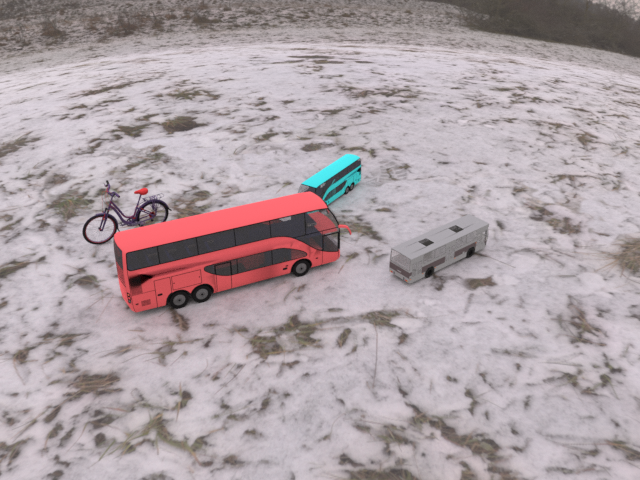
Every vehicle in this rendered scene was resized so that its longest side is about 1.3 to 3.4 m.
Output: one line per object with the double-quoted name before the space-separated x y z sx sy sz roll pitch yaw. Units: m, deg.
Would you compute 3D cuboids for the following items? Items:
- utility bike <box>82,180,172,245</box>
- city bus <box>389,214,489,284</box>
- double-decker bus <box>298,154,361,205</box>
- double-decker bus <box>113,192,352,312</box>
"utility bike" -2.958 -0.437 10.784 1.435 0.946 0.535 -18 35 -28
"city bus" 1.770 0.131 10.290 1.674 0.460 0.476 -22 37 -33
"double-decker bus" 0.169 -0.958 12.084 0.389 0.541 1.672 18 35 28
"double-decker bus" -1.166 0.111 9.735 3.251 1.052 0.756 -14 33 -22
